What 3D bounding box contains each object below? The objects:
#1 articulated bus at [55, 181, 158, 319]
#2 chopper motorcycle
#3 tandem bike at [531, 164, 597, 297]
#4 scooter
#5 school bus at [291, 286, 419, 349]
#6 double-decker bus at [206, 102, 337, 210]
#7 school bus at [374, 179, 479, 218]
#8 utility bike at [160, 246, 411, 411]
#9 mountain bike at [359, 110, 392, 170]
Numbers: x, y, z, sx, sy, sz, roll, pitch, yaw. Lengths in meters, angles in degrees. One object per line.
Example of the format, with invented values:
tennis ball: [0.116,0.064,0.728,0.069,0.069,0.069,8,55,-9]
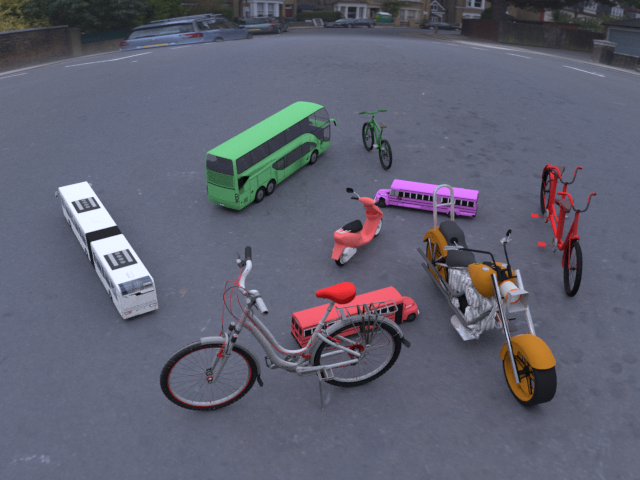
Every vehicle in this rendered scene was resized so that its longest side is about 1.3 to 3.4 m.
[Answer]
articulated bus: [-3.194,0.038,10.320,0.605,0.561,3.401,-17,35,-26]
chopper motorcycle: [2.000,0.572,8.538,0.906,1.480,3.040,-8,32,-14]
tandem bike: [3.593,-0.456,10.401,0.550,1.326,3.192,4,31,6]
scooter: [0.587,-0.235,10.428,0.662,0.919,1.399,18,36,28]
school bus: [0.478,0.961,8.905,1.708,0.434,0.365,-13,33,-21]
double-decker bus: [-0.814,-1.608,12.587,0.756,1.052,3.251,17,35,26]
school bus: [1.763,-0.699,11.671,1.708,0.434,0.365,9,32,15]
utility bike: [-0.306,1.065,7.368,2.791,1.839,1.039,-7,32,-12]
mountain bike: [1.085,-1.947,13.329,0.573,0.868,1.469,-9,32,-15]
